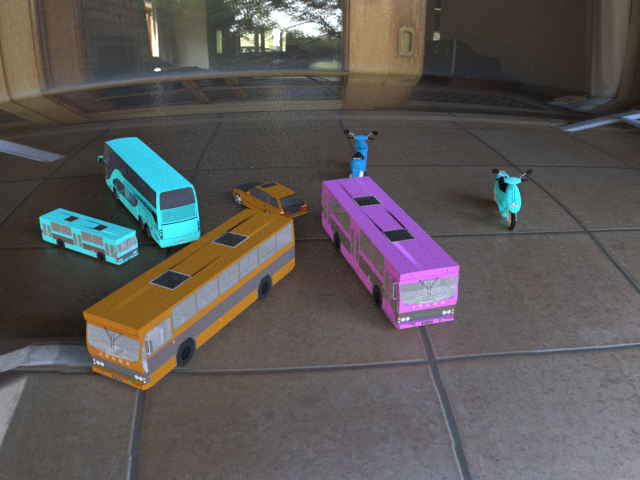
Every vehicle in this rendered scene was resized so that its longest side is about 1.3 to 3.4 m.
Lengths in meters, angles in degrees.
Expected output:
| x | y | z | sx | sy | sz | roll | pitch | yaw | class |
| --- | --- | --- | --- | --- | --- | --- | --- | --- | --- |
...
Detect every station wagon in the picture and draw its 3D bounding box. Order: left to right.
| x | y | z | sx | sy | sz | roll | pitch | yaw | class |
| --- | --- | --- | --- | --- | --- | --- | --- | --- | --- |
| -0.906 | -0.748 | 12.206 | 0.682 | 0.473 | 1.597 | -19 | 32 | -34 | station wagon |

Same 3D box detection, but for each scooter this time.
| x | y | z | sx | sy | sz | roll | pitch | yaw | class |
| --- | --- | --- | --- | --- | --- | --- | --- | --- | --- |
| 0.757 | -1.619 | 13.479 | 0.662 | 0.919 | 1.399 | 4 | 26 | 8 | scooter |
| 3.174 | -0.821 | 11.848 | 0.662 | 0.919 | 1.399 | 1 | 26 | 3 | scooter |

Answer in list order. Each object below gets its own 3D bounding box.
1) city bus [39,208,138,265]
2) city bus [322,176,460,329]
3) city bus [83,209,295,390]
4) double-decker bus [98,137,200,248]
| x | y | z | sx | sy | sz | roll | pitch | yaw | class |
| --- | --- | --- | --- | --- | --- | --- | --- | --- | --- |
| -3.570 | -0.048 | 10.789 | 1.674 | 0.460 | 0.476 | 15 | 30 | 27 | city bus |
| 0.871 | 0.086 | 10.022 | 0.926 | 0.894 | 3.255 | -8 | 27 | -15 | city bus |
| -1.476 | 0.635 | 8.900 | 0.926 | 0.894 | 3.255 | 13 | 29 | 25 | city bus |
| -2.947 | -0.903 | 11.864 | 0.756 | 1.052 | 3.251 | -15 | 30 | -27 | double-decker bus |
